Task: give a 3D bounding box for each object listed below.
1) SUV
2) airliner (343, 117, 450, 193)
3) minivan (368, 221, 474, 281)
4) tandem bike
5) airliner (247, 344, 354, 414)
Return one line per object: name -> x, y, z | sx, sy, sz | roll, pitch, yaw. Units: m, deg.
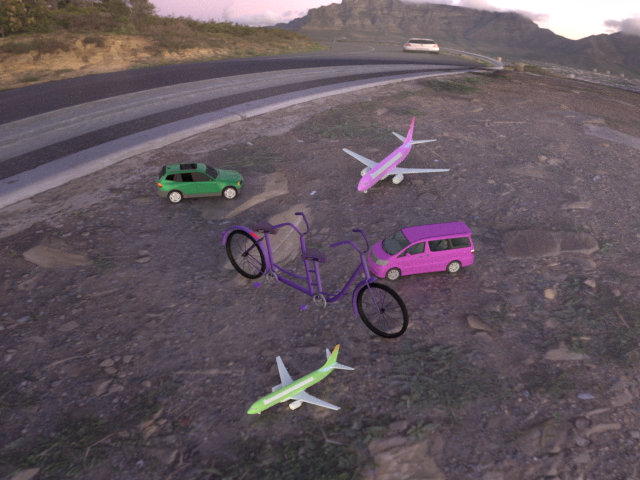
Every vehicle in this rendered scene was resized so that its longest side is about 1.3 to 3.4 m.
SUV -> -2.168, -1.083, 12.662 | 1.572, 0.580, 0.656 | -5, 29, -9
airliner -> 1.320, -1.631, 13.414 | 2.257, 0.835, 2.541 | 15, 32, 26
minivan -> 1.484, 0.140, 10.348 | 1.548, 0.616, 0.681 | -6, 29, -11
tandem bike -> -0.171, 0.297, 9.305 | 3.192, 1.326, 0.550 | 20, 34, 33
airliner -> -0.268, 1.576, 7.871 | 1.307, 0.429, 1.161 | -20, 34, -33
